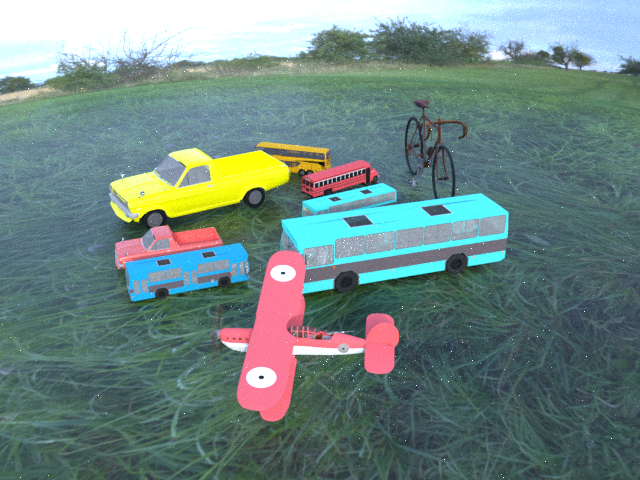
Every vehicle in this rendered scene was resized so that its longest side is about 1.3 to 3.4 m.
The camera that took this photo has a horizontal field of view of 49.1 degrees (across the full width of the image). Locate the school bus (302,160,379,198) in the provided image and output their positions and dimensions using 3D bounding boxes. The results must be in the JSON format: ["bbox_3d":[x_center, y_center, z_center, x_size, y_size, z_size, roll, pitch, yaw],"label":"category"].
[{"bbox_3d":[0.424,-1.172,13.264,1.708,0.434,0.365,-20,32,-35],"label":"school bus"}]

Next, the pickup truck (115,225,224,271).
[{"bbox_3d":[-2.286,0.081,10.574,1.603,0.511,0.640,-9,27,-18],"label":"pickup truck"}]

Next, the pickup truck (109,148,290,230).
[{"bbox_3d":[-2.106,-1.061,12.390,3.117,0.993,1.244,-15,30,-29],"label":"pickup truck"}]

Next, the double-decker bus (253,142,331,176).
[{"bbox_3d":[-0.612,-1.629,14.092,1.672,0.541,0.389,8,27,16],"label":"double-decker bus"}]

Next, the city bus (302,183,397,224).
[{"bbox_3d":[0.512,-0.547,11.937,1.674,0.460,0.476,-15,29,-28],"label":"city bus"}]

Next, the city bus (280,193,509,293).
[{"bbox_3d":[1.095,0.053,10.190,3.255,0.894,0.926,-8,27,-17],"label":"city bus"}]

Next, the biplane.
[{"bbox_3d":[-0.187,1.145,7.822,2.120,0.981,2.598,2,26,4],"label":"biplane"}]

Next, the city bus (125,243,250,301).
[{"bbox_3d":[-1.852,0.461,9.842,1.674,0.460,0.476,-10,27,-20],"label":"city bus"}]

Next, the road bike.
[{"bbox_3d":[2.001,-1.688,12.928,0.696,1.656,3.004,-4,26,-8],"label":"road bike"}]
